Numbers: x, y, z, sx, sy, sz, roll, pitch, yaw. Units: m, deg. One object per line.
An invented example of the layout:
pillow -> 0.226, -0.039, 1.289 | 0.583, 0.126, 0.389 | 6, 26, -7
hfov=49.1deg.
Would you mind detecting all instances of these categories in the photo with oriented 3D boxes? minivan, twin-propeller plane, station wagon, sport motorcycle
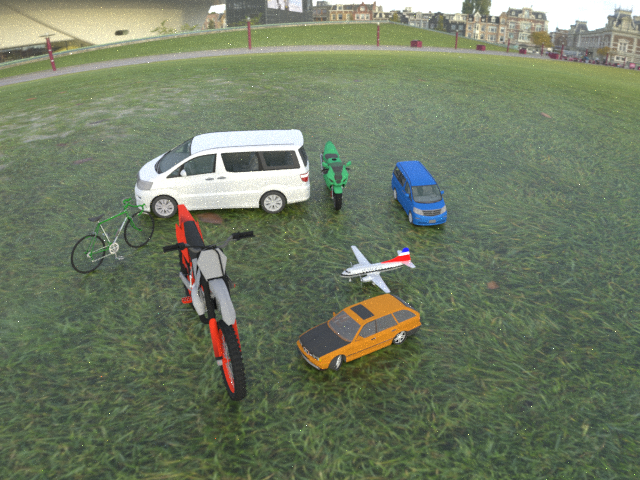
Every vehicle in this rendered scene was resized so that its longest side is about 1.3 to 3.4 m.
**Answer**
minivan -> 1.692, -0.810, 12.003 | 0.681, 0.616, 1.548 | -5, 29, -9
twin-propeller plane -> 0.805, 0.361, 10.087 | 1.095, 0.407, 1.370 | -9, 30, -16
station wagon -> 0.487, 1.091, 8.689 | 1.597, 0.473, 0.682 | -17, 33, -28
minivan -> -1.688, -1.194, 12.098 | 3.011, 1.197, 1.324 | -3, 29, -5
sport motorcycle -> 0.244, -1.160, 12.426 | 0.506, 0.821, 1.520 | -3, 29, -5

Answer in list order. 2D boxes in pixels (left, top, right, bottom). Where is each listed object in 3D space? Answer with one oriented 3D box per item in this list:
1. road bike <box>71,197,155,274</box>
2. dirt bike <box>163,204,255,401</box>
road bike -> -3.079, -0.090, 10.446 | 0.358, 0.852, 1.545 | 20, 34, 32
dirt bike -> -1.350, 0.563, 8.411 | 1.024, 1.666, 2.903 | -11, 31, -19
